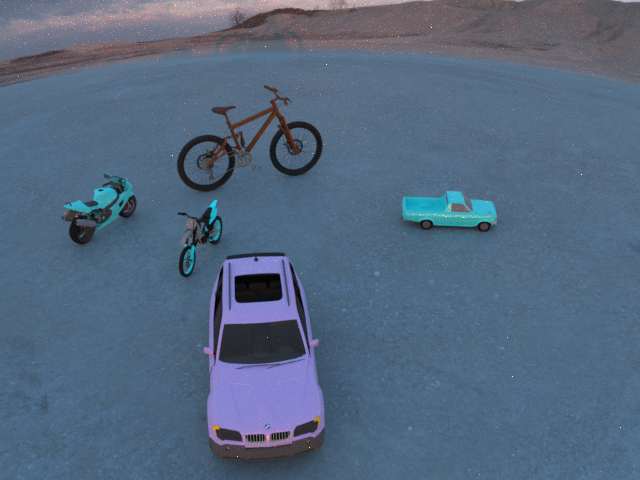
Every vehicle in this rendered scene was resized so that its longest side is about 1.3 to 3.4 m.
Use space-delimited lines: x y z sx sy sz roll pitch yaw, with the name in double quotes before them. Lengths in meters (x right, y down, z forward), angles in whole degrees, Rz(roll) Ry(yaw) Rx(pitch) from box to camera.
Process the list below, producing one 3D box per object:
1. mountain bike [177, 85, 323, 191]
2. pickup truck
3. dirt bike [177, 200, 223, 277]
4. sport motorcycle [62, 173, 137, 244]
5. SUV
"mountain bike" -1.263 -1.834 12.970 2.857 1.688 1.114 -12 32 -20
"pickup truck" 2.184 -0.524 11.852 1.603 0.511 0.640 2 30 4
"dirt bike" -1.822 -0.087 10.730 0.527 0.857 1.493 8 31 14
"sport motorcycle" -3.591 -0.535 11.556 0.506 0.821 1.520 15 33 25
"SUV" -0.689 1.199 8.185 1.276 1.128 3.058 -3 30 -6
